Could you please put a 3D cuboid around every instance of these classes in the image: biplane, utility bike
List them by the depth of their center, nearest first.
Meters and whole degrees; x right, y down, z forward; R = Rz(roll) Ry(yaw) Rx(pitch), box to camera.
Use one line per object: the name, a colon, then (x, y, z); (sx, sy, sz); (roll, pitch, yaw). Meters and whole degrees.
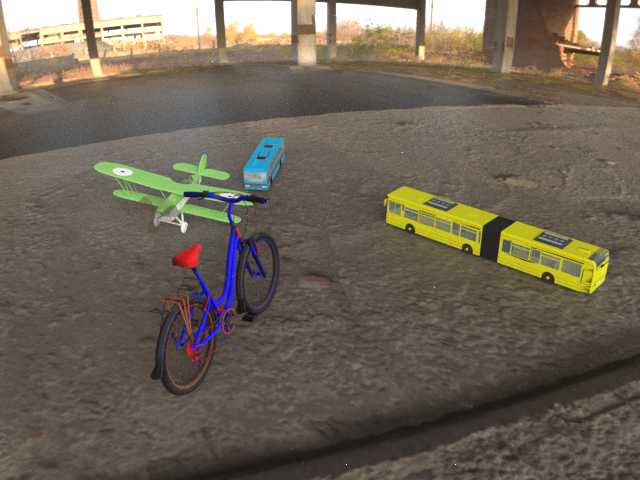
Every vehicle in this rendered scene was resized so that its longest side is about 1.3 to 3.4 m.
utility bike: (-1.190, 0.419, 7.866); (1.039, 1.839, 2.791); (11, 29, 20)
biplane: (-2.140, -0.765, 11.132); (2.598, 0.981, 2.120); (5, 28, 10)

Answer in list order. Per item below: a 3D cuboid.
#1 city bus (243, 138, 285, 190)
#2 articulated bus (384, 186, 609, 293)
city bus: (-1.012, -1.410, 12.968); (0.476, 0.460, 1.674); (4, 27, 7)
articulated bus: (2.434, -0.073, 10.236); (3.401, 0.561, 0.605); (22, 34, 36)
